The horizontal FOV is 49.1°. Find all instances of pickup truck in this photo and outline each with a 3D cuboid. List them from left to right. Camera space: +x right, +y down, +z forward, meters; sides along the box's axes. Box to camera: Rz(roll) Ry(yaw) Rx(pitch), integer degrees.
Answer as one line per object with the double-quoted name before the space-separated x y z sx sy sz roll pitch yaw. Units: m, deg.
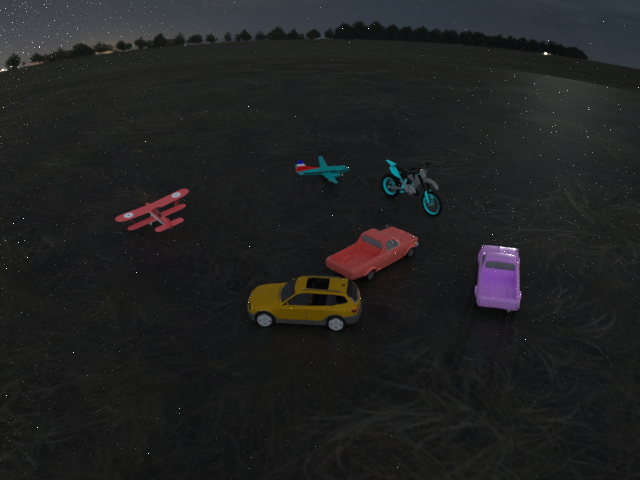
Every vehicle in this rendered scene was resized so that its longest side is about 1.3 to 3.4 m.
"pickup truck" 0.829 0.159 10.835 1.603 0.511 0.640 -26 38 -38
"pickup truck" 2.611 0.498 10.223 0.640 0.511 1.603 7 30 12

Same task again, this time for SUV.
"SUV" -0.210 0.814 9.580 1.572 0.580 0.656 3 29 5

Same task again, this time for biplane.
"biplane" -2.753 -0.407 11.865 1.336 0.504 1.090 -19 34 -30

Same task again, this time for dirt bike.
"dirt bike" 1.644 -0.989 12.551 0.527 0.857 1.493 -22 36 -34

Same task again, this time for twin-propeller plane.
"twin-propeller plane" 0.061 -1.413 13.782 1.095 0.407 1.370 -6 30 -11
